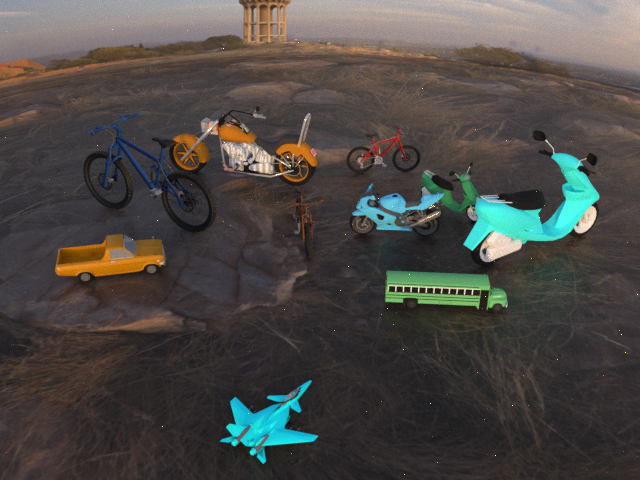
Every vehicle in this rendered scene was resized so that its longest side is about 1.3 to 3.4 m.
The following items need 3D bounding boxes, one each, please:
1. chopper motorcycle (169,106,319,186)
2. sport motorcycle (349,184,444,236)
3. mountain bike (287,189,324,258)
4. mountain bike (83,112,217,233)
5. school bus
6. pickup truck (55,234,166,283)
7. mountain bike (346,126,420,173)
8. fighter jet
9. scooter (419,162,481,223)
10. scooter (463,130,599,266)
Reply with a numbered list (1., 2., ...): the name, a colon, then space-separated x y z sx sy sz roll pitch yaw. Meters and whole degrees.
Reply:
1. chopper motorcycle: -1.492 -1.830 13.291 3.040 1.480 0.906 9 31 16
2. sport motorcycle: 1.248 -0.448 11.495 1.520 0.821 0.506 1 29 2
3. mountain bike: -0.265 -0.345 11.263 0.573 0.868 1.469 -5 30 -8
4. mountain bike: -2.945 -1.099 11.770 2.857 1.688 1.114 15 33 25
5. school bus: 1.769 0.707 9.826 1.708 0.434 0.365 2 29 4
6. pickup truck: -3.159 0.233 10.595 1.603 0.511 0.640 -7 30 -12
7. mountain bike: 1.254 -1.728 13.735 1.469 0.868 0.573 -2 29 -4
8. fighter jet: -0.470 1.888 7.865 1.147 0.286 1.358 17 34 28
9. scooter: 2.292 -0.897 12.198 0.662 0.919 1.399 -25 38 -37
10. scooter: 3.402 -0.614 10.802 2.721 1.786 1.288 -15 32 -24
